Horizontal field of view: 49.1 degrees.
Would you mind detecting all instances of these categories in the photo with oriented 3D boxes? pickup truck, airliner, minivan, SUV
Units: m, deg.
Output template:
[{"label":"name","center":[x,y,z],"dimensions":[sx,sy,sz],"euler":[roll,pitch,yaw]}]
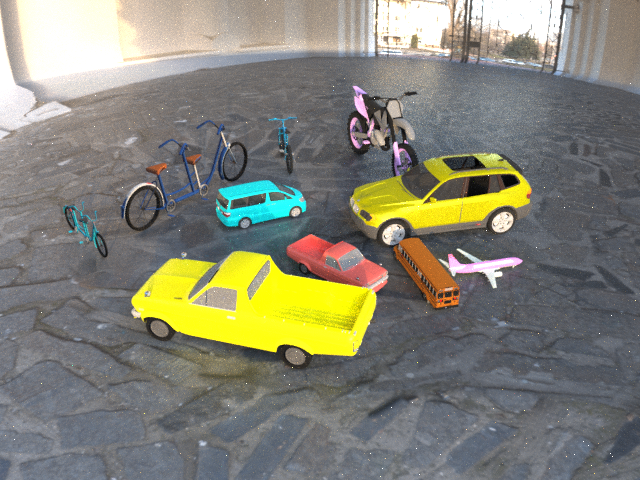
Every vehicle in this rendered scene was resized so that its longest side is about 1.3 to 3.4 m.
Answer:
[{"label":"pickup truck","center":[0.240,0.318,10.412],"dimensions":[1.603,0.511,0.640],"euler":[24,37,36]},{"label":"airliner","center":[2.478,0.308,10.511],"dimensions":[1.307,0.429,1.161],"euler":[-9,31,-15]},{"label":"minivan","center":[-0.997,-0.670,12.056],"dimensions":[1.548,0.616,0.681],"euler":[-14,32,-23]},{"label":"pickup truck","center":[-0.865,0.782,9.100],"dimensions":[3.117,0.993,1.244],"euler":[9,31,15]},{"label":"SUV","center":[2.007,-0.758,11.690],"dimensions":[3.058,1.128,1.276],"euler":[-6,30,-11]}]

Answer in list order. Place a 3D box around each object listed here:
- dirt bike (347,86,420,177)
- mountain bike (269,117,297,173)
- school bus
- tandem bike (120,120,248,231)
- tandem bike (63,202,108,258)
[{"label":"dirt bike","center":[1.204,-2.104,13.528],"dimensions":[1.024,1.666,2.903],"euler":[-12,31,-20]},{"label":"mountain bike","center":[-0.695,-1.940,14.049],"dimensions":[0.573,0.868,1.469],"euler":[-6,30,-10]},{"label":"school bus","center":[1.520,0.430,10.291],"dimensions":[0.365,0.434,1.708],"euler":[-8,30,-14]},{"label":"tandem bike","center":[-2.311,-1.230,12.325],"dimensions":[0.550,1.326,3.192],"euler":[18,34,29]},{"label":"tandem bike","center":[-3.809,-0.268,11.276],"dimensions":[0.283,0.682,1.642],"euler":[-22,36,-34]}]
